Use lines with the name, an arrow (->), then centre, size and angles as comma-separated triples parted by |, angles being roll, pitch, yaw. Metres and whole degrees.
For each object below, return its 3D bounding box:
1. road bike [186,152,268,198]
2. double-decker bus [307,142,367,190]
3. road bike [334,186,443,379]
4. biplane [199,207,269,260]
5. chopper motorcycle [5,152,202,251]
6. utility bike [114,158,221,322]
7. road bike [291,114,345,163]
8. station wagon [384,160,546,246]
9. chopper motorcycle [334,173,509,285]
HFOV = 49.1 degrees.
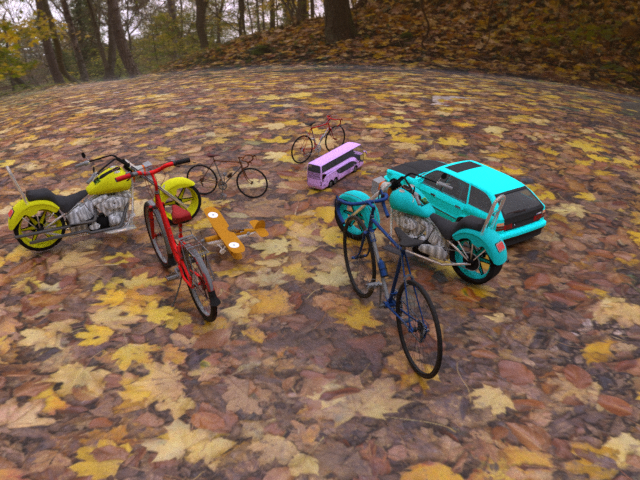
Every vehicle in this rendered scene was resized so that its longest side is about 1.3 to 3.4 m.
road bike -> -1.706, -1.188, 12.768 | 1.545, 0.852, 0.358 | 4, 27, 9
double-decker bus -> 0.335, -1.473, 13.666 | 0.389, 0.541, 1.672 | 17, 31, 29
road bike -> 0.832, 0.411, 8.759 | 0.696, 1.656, 3.004 | -9, 28, -17
biplane -> -1.347, -0.074, 10.971 | 1.090, 0.504, 1.336 | -14, 30, -25
chopper motorcycle -> -3.390, -0.719, 11.161 | 3.040, 1.480, 0.906 | -15, 30, -26
utility bike -> -2.054, -0.058, 9.473 | 1.039, 1.839, 2.791 | -15, 31, -26
road bike -> -0.021, -2.118, 14.587 | 1.545, 0.852, 0.358 | -23, 35, -38
station wagon -> 2.389, -0.866, 12.062 | 1.327, 0.920, 3.105 | -16, 31, -28
chopper motorcycle -> 1.422, -0.360, 10.460 | 3.040, 1.480, 0.906 | 23, 35, 38
